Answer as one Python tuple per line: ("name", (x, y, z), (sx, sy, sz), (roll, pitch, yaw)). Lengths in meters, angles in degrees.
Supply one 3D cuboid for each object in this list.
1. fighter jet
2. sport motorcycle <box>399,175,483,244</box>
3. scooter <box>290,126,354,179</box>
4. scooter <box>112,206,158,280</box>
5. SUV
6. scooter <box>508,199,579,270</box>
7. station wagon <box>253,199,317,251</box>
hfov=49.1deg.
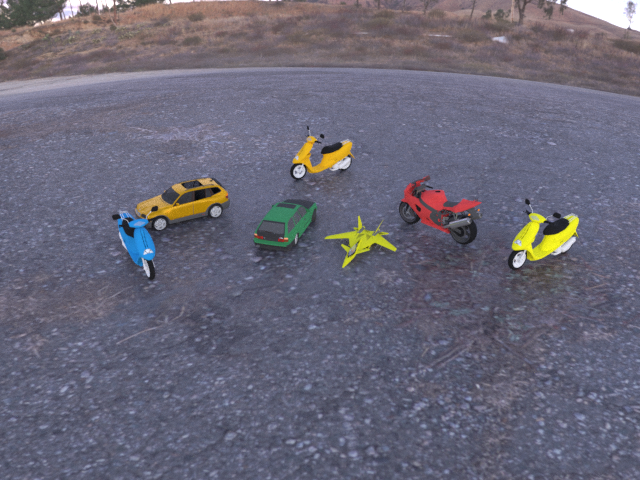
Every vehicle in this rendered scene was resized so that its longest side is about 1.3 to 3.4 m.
("fighter jet", (0.577, 0.039, 10.639), (1.147, 0.286, 1.358), (10, 28, 19))
("sport motorcycle", (1.865, -0.475, 11.070), (1.520, 0.821, 0.506), (24, 35, 39))
("scooter", (0.053, -1.681, 13.372), (1.399, 0.919, 0.662), (-14, 30, -25))
("scooter", (-2.671, -0.069, 10.149), (0.662, 0.919, 1.399), (-15, 30, -27))
("SUV", (-2.287, -0.634, 11.657), (1.572, 0.580, 0.656), (-15, 30, -27))
("scooter", (3.302, -0.111, 10.231), (1.399, 0.919, 0.662), (-15, 30, -28))
("station wagon", (-0.520, -0.350, 11.208), (0.682, 0.473, 1.597), (8, 28, 15))
